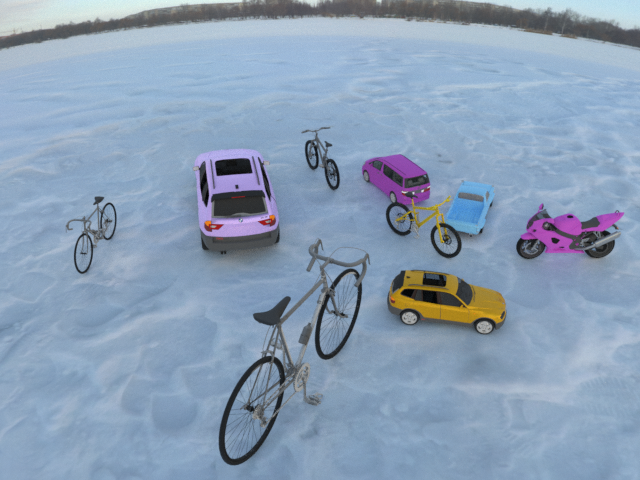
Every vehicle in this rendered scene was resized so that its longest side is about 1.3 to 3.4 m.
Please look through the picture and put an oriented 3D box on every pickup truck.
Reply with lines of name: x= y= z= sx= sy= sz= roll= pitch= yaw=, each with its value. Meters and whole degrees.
pickup truck: x=2.486 y=-0.585 z=11.583 sx=0.640 sy=0.511 sz=1.603 roll=11 pitch=33 yaw=18

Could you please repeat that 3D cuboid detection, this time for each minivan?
minivan: x=1.325 y=-1.167 z=12.435 sx=0.681 sy=0.616 sz=1.548 roll=-14 pitch=34 yaw=-22

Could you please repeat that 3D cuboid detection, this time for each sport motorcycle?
sport motorcycle: x=3.718 y=-0.083 z=10.466 sx=1.520 sy=0.821 sz=0.506 roll=-1 pitch=31 yaw=-2

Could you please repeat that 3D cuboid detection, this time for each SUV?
SUV: x=1.683 y=0.777 z=9.290 sx=1.572 sy=0.580 sz=0.656 roll=6 pitch=32 yaw=10
SUV: x=-1.408 y=-0.868 z=11.455 sx=1.276 sy=1.128 sz=3.058 roll=-6 pitch=32 yaw=-9

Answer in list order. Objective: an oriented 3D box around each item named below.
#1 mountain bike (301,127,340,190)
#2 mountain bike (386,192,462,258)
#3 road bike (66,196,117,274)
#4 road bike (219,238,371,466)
mountain bike: x=0.033 y=-1.522 z=12.773 sx=0.573 sy=0.868 sz=1.469 roll=-13 pitch=34 yaw=-20
mountain bike: x=1.581 y=-0.293 z=10.763 sx=0.573 sy=0.868 sz=1.469 roll=-27 pitch=40 yaw=-36
road bike: x=-3.390 y=-0.157 z=10.557 sx=0.358 sy=0.852 sz=1.545 roll=4 pitch=32 yaw=6
road bike: x=-0.219 y=1.111 z=7.713 sx=0.696 sy=1.656 sz=3.004 roll=17 pitch=35 yaw=25
